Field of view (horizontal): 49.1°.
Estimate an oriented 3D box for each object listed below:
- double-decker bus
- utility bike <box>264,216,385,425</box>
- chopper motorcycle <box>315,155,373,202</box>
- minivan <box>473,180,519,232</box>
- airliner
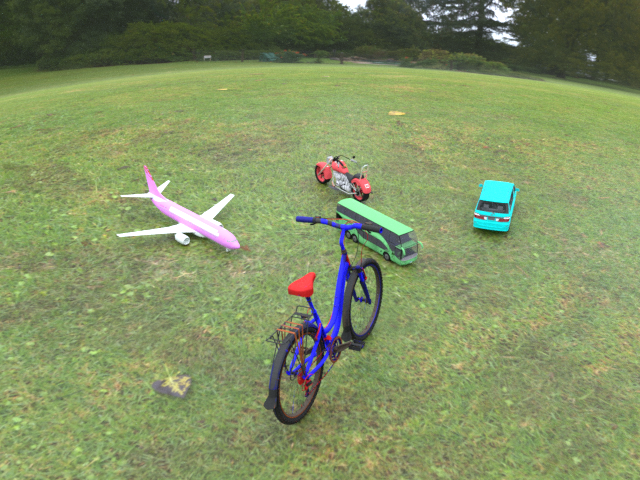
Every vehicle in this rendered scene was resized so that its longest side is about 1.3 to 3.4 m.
[{"bbox_3d":[0.873,-0.129,10.849,0.389,0.541,1.672,-19,32,-32],"label":"double-decker bus"},{"bbox_3d":[0.041,0.715,7.758,1.039,1.839,2.791,13,30,24],"label":"utility bike"},{"bbox_3d":[0.396,-1.214,12.738,0.466,0.761,1.563,-18,32,-31],"label":"chopper motorcycle"},{"bbox_3d":[2.977,-0.664,11.817,0.681,0.616,1.548,9,28,16],"label":"minivan"},{"bbox_3d":[-2.119,-0.503,11.260,2.541,0.835,2.257,24,36,39],"label":"airliner"}]
